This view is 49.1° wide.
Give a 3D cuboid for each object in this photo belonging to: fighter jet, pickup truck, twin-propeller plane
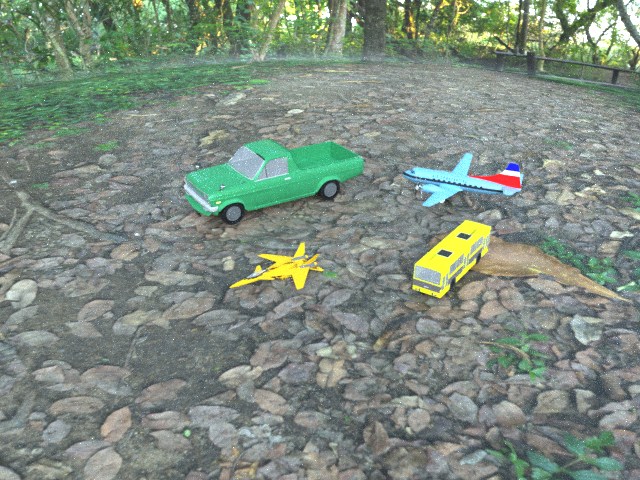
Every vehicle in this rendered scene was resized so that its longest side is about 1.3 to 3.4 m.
[{"bbox_3d":[-0.669,0.405,9.885,1.358,0.286,1.147,-17,32,-29],"label":"fighter jet"},{"bbox_3d":[-0.771,-1.183,12.172,3.117,0.993,1.244,-16,31,-28],"label":"pickup truck"},{"bbox_3d":[2.450,-1.112,12.254,2.129,0.792,2.663,13,30,23],"label":"twin-propeller plane"}]

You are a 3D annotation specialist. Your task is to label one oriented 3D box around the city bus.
[{"bbox_3d":[1.900,0.265,9.966,0.476,0.460,1.674,18,32,30],"label":"city bus"}]
